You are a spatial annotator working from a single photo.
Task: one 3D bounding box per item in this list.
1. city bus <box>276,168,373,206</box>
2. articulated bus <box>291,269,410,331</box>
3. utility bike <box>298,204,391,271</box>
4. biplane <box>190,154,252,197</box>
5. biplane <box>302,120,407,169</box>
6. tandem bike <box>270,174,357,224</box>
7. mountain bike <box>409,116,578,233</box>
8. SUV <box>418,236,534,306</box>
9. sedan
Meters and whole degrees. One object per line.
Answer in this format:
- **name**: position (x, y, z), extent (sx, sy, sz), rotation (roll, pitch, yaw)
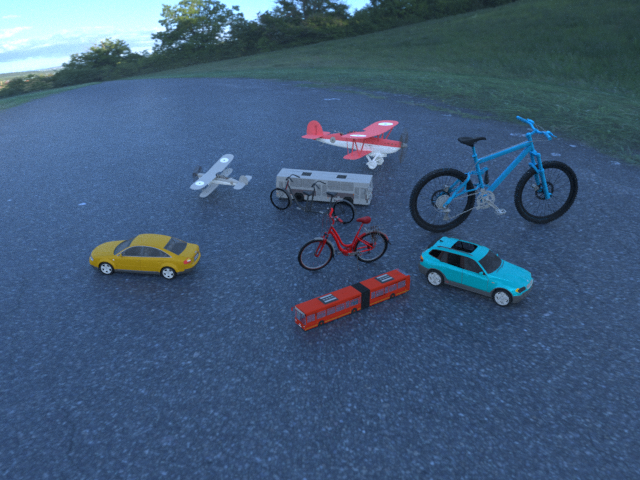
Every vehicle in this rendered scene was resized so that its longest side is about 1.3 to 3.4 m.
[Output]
- **city bus**: position (0.080, -0.929, 12.398), extent (1.674, 0.460, 0.476), rotation (5, 27, 11)
- **articulated bus**: position (0.444, 0.764, 9.189), extent (1.749, 0.289, 0.311), rotation (-17, 31, -31)
- **utility bike**: position (0.384, -0.005, 9.997), extent (1.435, 0.946, 0.535), rotation (-8, 28, -16)
- **biplane**: position (-1.790, -1.085, 12.663), extent (1.090, 0.504, 1.336), rotation (11, 28, 20)
- **biplane**: position (0.724, -1.976, 13.918), extent (2.120, 0.981, 2.598), rotation (10, 28, 20)
- **tandem bike**: position (-0.133, -0.698, 11.687), extent (1.642, 0.682, 0.283), rotation (13, 29, 24)
- **mountain bike**: position (2.808, -0.962, 11.088), extent (2.857, 1.688, 1.114), rotation (-5, 27, -10)
- **SUV**: position (2.135, 0.385, 9.623), extent (1.572, 0.580, 0.656), rotation (16, 31, 29)
- **sedan**: position (-2.544, 0.189, 10.126), extent (1.613, 0.483, 0.635), rotation (4, 27, 7)
